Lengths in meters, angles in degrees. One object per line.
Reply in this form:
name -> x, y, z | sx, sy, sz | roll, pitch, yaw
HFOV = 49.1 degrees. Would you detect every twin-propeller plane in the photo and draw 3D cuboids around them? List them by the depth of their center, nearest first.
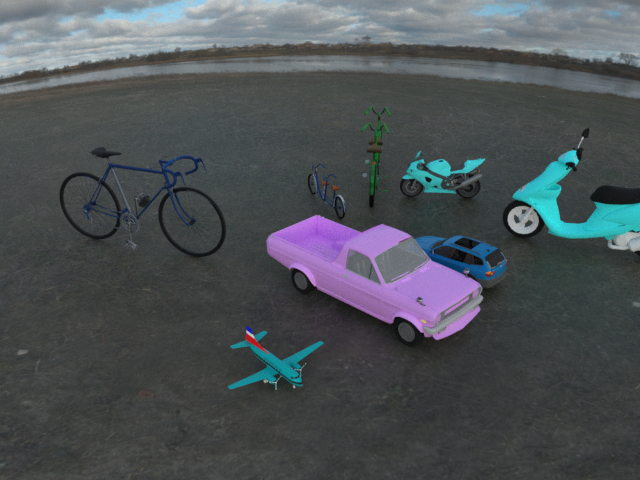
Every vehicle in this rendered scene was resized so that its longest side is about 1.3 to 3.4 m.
twin-propeller plane -> -0.553, 1.381, 8.189 | 1.370, 0.407, 1.095 | -21, 33, -36

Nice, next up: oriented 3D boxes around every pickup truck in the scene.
pickup truck -> 0.667, 0.353, 9.621 | 3.117, 0.993, 1.244 | 23, 34, 39

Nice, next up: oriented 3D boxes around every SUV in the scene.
SUV -> 1.984, 0.235, 10.329 | 1.572, 0.580, 0.656 | 21, 33, 37

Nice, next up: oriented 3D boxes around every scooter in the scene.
scooter -> 4.264, -0.674, 10.813 | 2.721, 1.786, 1.288 | 11, 28, 21

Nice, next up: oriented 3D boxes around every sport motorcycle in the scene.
sport motorcycle -> 2.245, -1.168, 12.918 | 1.520, 0.821, 0.506 | 1, 26, 3

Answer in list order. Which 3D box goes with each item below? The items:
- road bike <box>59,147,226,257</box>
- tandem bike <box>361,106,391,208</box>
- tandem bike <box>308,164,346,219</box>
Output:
road bike -> -2.828, -0.626, 10.864 | 3.004, 1.656, 0.697 | 9, 28, 18
tandem bike -> 1.072, -1.713, 13.457 | 0.550, 1.326, 3.192 | 3, 26, 6
tandem bike -> 0.106, -0.923, 12.576 | 0.283, 0.682, 1.642 | -11, 28, -21
